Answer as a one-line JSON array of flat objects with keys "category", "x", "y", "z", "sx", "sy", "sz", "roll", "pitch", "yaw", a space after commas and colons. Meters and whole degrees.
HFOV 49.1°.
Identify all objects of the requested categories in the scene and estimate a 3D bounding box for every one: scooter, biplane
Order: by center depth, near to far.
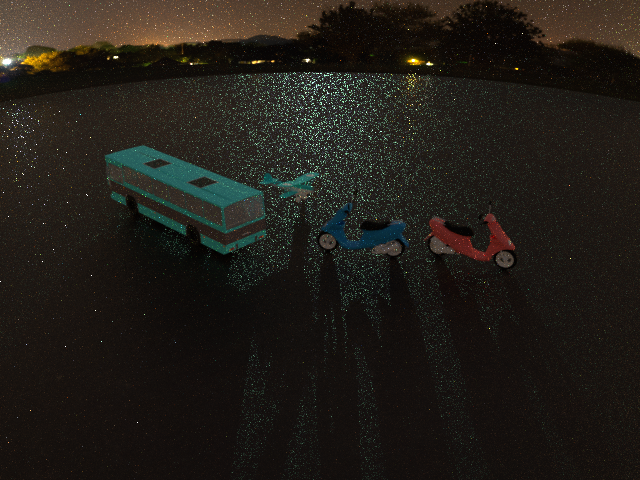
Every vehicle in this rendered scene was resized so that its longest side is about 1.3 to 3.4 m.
[{"category": "scooter", "x": 2.213, "y": -0.091, "z": 10.227, "sx": 1.399, "sy": 0.919, "sz": 0.662, "roll": 12, "pitch": 29, "yaw": 23}, {"category": "scooter", "x": 0.638, "y": -0.201, "z": 10.452, "sx": 1.399, "sy": 0.919, "sz": 0.662, "roll": 6, "pitch": 27, "yaw": 11}, {"category": "biplane", "x": -0.522, "y": -0.973, "z": 12.500, "sx": 1.090, "sy": 0.504, "sz": 1.336, "roll": 12, "pitch": 29, "yaw": 23}]

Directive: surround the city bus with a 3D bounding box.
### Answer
[{"category": "city bus", "x": -2.277, "y": -0.690, "z": 11.478, "sx": 3.255, "sy": 0.894, "sz": 0.926, "roll": 23, "pitch": 34, "yaw": 39}]
